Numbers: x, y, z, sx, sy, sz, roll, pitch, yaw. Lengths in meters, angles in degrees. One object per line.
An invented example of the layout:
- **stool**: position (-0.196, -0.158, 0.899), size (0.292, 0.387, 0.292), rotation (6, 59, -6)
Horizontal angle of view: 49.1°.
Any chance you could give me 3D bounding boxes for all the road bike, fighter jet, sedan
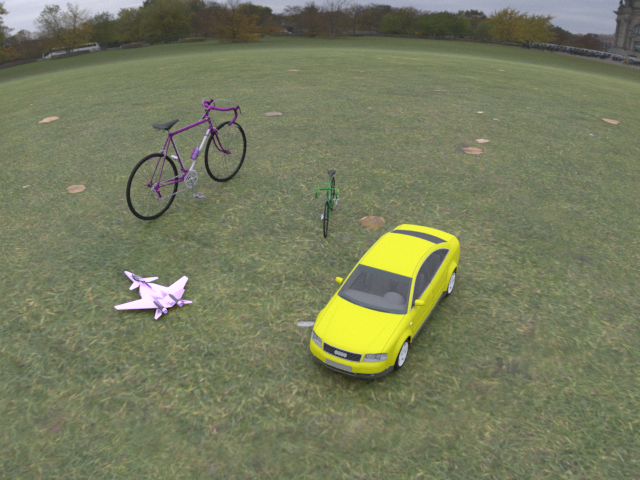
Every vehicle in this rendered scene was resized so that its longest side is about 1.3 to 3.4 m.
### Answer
- **road bike**: position (0.157, -0.676, 11.686), size (0.358, 0.852, 1.545), rotation (4, 30, 6)
- **fighter jet**: position (-2.448, 0.639, 9.955), size (1.147, 0.286, 1.358), rotation (-25, 38, -36)
- **road bike**: position (-2.275, -1.482, 12.285), size (0.697, 1.656, 3.004), rotation (19, 35, 29)
- **sedan**: position (0.944, 0.624, 9.322), size (1.235, 0.940, 3.137), rotation (15, 33, 24)
